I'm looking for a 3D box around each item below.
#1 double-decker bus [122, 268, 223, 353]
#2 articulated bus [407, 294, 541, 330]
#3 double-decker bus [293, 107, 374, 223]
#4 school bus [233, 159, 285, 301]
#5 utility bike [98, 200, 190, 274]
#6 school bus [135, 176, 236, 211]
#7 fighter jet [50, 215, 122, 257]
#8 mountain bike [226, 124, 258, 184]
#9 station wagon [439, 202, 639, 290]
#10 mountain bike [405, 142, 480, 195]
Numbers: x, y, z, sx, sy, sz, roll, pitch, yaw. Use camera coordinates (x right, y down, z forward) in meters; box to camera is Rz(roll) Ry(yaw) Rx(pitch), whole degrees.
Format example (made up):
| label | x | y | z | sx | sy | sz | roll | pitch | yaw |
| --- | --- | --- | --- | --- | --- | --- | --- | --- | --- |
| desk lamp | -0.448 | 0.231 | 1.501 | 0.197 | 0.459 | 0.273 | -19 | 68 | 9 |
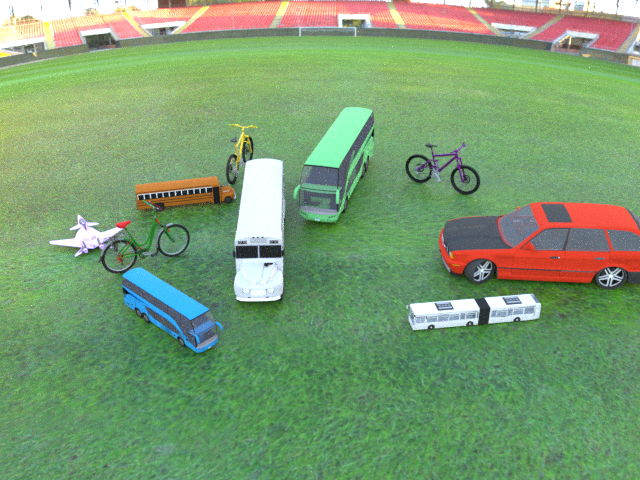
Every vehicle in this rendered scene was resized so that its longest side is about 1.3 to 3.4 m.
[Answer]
| label | x | y | z | sx | sy | sz | roll | pitch | yaw |
| --- | --- | --- | --- | --- | --- | --- | --- | --- | --- |
| double-decker bus | -1.953 | 0.905 | 9.067 | 1.672 | 0.541 | 0.389 | 24 | 38 | 36 |
| articulated bus | 2.031 | 0.948 | 9.247 | 1.749 | 0.289 | 0.311 | -4 | 30 | -7 |
| double-decker bus | 0.353 | -1.391 | 12.590 | 0.756 | 1.052 | 3.251 | 8 | 30 | 13 |
| school bus | -0.890 | -0.224 | 10.747 | 0.709 | 0.844 | 3.322 | -1 | 30 | -2 |
| utility bike | -2.635 | -0.069 | 10.371 | 1.435 | 0.946 | 0.535 | -18 | 34 | -29 |
| school bus | -2.335 | -0.814 | 12.200 | 1.708 | 0.434 | 0.365 | -7 | 30 | -13 |
| fighter jet | -3.774 | -0.195 | 11.259 | 1.147 | 0.286 | 1.358 | -14 | 32 | -23 |
| mountain bike | -1.512 | -1.662 | 13.253 | 0.573 | 0.868 | 1.469 | 7 | 30 | 11 |
| station wagon | 3.325 | -0.006 | 10.286 | 3.105 | 0.920 | 1.327 | 2 | 30 | 4 |
| mountain bike | 2.216 | -1.331 | 12.670 | 1.469 | 0.868 | 0.573 | 18 | 34 | 28 |
